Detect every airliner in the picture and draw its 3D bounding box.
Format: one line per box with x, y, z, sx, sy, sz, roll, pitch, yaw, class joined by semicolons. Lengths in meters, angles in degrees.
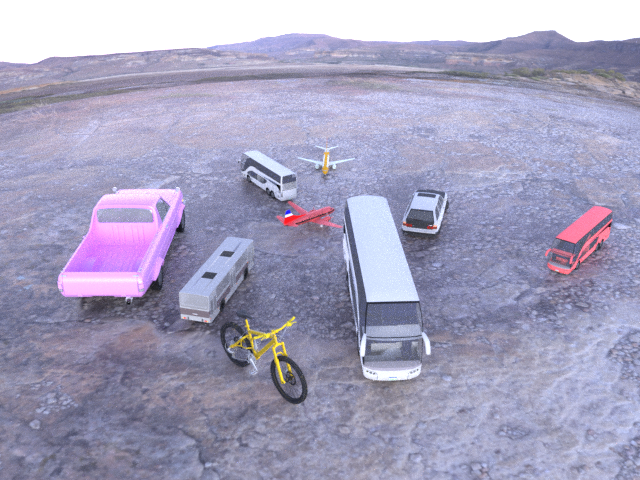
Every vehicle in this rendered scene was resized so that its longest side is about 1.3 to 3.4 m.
0.122;-1.684;14.047;1.161;0.429;1.307;1;27;2;airliner

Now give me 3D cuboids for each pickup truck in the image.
-2.799;-0.098;10.263;1.244;0.993;3.117;0;27;0;pickup truck

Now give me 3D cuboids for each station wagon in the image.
1.780;-0.551;11.744;0.682;0.473;1.597;7;28;14;station wagon

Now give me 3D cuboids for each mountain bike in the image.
-0.658;1.224;7.770;0.573;0.868;1.469;-24;35;-38;mountain bike

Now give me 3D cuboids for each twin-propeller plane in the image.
-0.168;-0.430;11.577;1.095;0.407;1.370;-21;34;-36;twin-propeller plane

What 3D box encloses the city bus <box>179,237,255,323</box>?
-1.374;0.532;9.602;0.476;0.460;1.674;7;27;13;city bus

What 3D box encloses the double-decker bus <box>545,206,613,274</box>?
3.938;-0.001;10.573;0.389;0.541;1.672;21;33;35;double-decker bus

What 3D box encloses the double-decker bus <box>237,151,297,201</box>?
-0.982;-1.218;12.996;0.389;0.541;1.672;-16;31;-29;double-decker bus

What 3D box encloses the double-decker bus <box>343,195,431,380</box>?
0.741;0.517;8.973;0.756;1.052;3.251;-1;27;-2;double-decker bus
